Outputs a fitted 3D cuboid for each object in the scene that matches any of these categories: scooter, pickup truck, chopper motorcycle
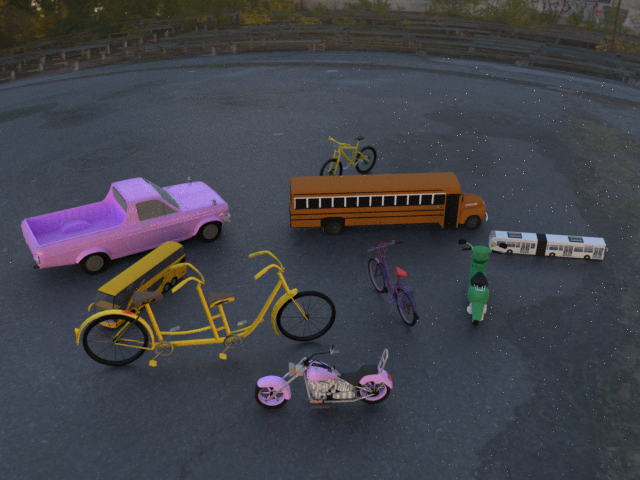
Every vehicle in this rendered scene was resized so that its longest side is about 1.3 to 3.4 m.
[{"bbox_3d":[2.183,0.494,9.599,0.662,0.919,1.399,6,30,10],"label":"scooter"},{"bbox_3d":[-3.003,-0.348,11.011,3.117,0.993,1.244,-17,34,-27],"label":"pickup truck"},{"bbox_3d":[0.042,1.559,7.879,1.563,0.761,0.466,-1,30,-2],"label":"chopper motorcycle"}]

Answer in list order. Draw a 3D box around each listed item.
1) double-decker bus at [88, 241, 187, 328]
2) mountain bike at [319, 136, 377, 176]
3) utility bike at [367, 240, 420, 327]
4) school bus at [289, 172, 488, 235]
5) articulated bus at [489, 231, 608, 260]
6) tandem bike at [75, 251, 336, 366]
[{"bbox_3d":[-2.493,0.614,9.771,0.389,0.541,1.672,14,33,24],"label":"double-decker bus"},{"bbox_3d":[0.548,-1.537,13.237,1.469,0.868,0.573,-24,37,-35],"label":"mountain bike"},{"bbox_3d":[0.938,0.542,9.487,0.535,0.946,1.435,-12,32,-20],"label":"utility bike"},{"bbox_3d":[1.146,-0.635,11.668,3.322,0.844,0.709,-2,30,-4],"label":"school bus"},{"bbox_3d":[3.556,0.078,10.972,1.749,0.289,0.311,4,30,7],"label":"articulated bus"},{"bbox_3d":[-1.358,0.859,8.542,3.192,1.326,0.550,-6,30,-10],"label":"tandem bike"}]
